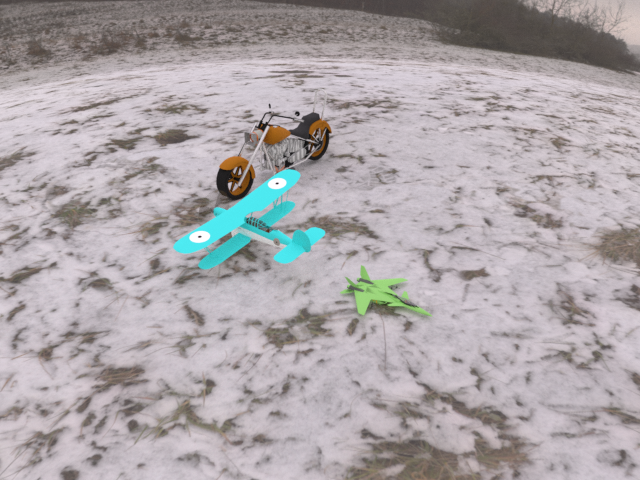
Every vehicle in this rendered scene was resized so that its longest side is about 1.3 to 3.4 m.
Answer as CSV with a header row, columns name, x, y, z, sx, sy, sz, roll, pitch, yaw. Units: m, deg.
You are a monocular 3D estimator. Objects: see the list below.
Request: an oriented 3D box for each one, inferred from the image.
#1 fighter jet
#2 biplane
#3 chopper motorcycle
name,x,y,z,sx,sy,sz,roll,pitch,yaw
fighter jet,0.993,0.762,9.839,1.358,0.286,1.147,20,35,33
biplane,-0.977,-0.144,10.777,2.120,0.981,2.598,21,35,34
chopper motorcycle,-0.827,-1.872,13.427,0.906,1.480,3.040,21,35,34
